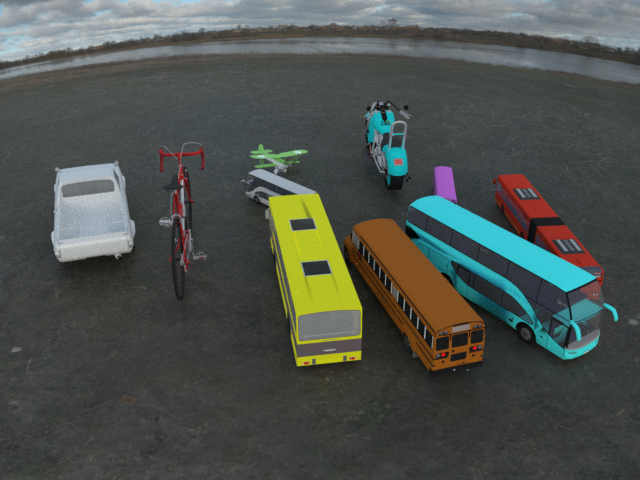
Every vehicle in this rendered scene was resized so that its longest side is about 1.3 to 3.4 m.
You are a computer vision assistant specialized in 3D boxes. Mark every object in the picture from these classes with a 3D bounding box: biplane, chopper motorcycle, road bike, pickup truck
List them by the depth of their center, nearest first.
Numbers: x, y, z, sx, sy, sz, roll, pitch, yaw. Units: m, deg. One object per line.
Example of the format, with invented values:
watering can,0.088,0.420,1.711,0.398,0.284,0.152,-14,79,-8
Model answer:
road bike,-2.070,-0.386,10.453,0.696,1.656,3.004,-3,29,-5
pickup truck,-3.764,-0.590,11.511,1.244,0.993,3.117,-9,30,-16
chopper motorcycle,1.254,-2.077,13.708,0.906,1.480,3.040,-3,29,-5
biplane,-0.889,-1.620,13.890,1.336,0.504,1.090,-22,36,-34

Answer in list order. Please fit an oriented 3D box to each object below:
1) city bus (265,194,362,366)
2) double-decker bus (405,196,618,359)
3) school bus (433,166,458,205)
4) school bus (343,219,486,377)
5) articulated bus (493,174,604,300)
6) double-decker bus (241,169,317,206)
city bus,-0.148,0.451,9.722,0.926,0.894,3.255,-5,29,-8
double-decker bus,2.427,0.443,9.573,0.756,1.052,3.251,-18,34,-30
school bus,2.214,-0.787,12.449,0.365,0.434,1.708,3,29,5
school bus,1.127,0.573,9.552,0.709,0.844,3.322,-9,30,-15
articulated bus,3.537,-0.157,11.172,0.605,0.561,3.401,-2,29,-4
double-decker bus,-0.719,-0.812,12.383,1.672,0.541,0.389,25,38,38
